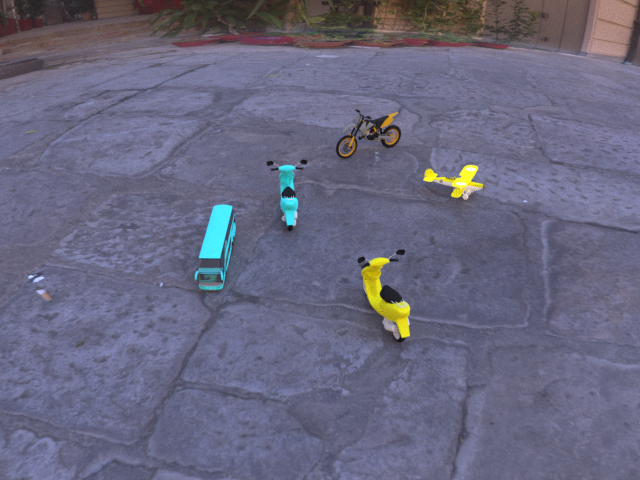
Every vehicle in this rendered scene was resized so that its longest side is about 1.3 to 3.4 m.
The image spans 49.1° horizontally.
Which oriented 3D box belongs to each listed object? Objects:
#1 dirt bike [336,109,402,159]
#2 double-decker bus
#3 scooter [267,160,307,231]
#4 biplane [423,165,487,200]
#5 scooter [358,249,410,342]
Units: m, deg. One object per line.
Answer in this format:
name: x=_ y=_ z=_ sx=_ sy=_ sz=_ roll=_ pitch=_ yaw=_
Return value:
dirt bike: x=0.959 y=-2.070 z=13.477 sx=1.493 sy=0.857 sz=0.527 roll=-17 pitch=36 yaw=-25
double-decker bus: x=-1.511 y=0.107 z=10.307 sx=0.389 sy=0.541 sz=1.672 roll=0 pitch=32 yaw=1
scooter: x=-0.520 y=-0.809 z=11.411 sx=0.662 sy=0.919 sz=1.399 roll=-3 pitch=32 yaw=-4
biplane: x=2.343 y=-1.008 z=12.118 sx=1.090 sy=0.504 sz=1.336 roll=12 pitch=34 yaw=19
scooter: x=0.840 y=0.644 z=9.097 sx=0.662 sy=0.919 sz=1.399 roll=-10 pitch=34 yaw=-16
